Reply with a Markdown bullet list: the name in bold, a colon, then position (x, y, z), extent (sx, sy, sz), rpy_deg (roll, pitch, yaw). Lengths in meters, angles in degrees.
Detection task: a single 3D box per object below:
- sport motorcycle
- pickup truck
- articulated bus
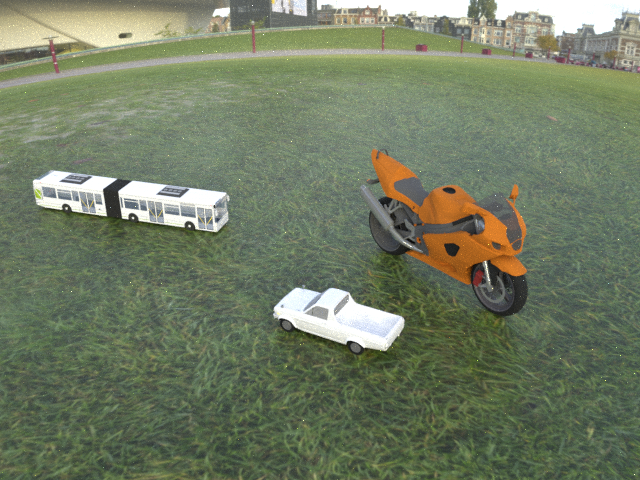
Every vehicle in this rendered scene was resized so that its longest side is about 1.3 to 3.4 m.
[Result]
- **sport motorcycle**: position (1.664, -0.158, 9.549), extent (0.983, 1.596, 2.955), rpy_deg (-19, 33, -32)
- **pickup truck**: position (0.219, 0.935, 8.647), extent (1.603, 0.511, 0.640), rpy_deg (14, 31, 25)
- **articulated bus**: position (-3.143, -0.658, 11.598), extent (3.401, 0.561, 0.605), rpy_deg (8, 29, 15)
